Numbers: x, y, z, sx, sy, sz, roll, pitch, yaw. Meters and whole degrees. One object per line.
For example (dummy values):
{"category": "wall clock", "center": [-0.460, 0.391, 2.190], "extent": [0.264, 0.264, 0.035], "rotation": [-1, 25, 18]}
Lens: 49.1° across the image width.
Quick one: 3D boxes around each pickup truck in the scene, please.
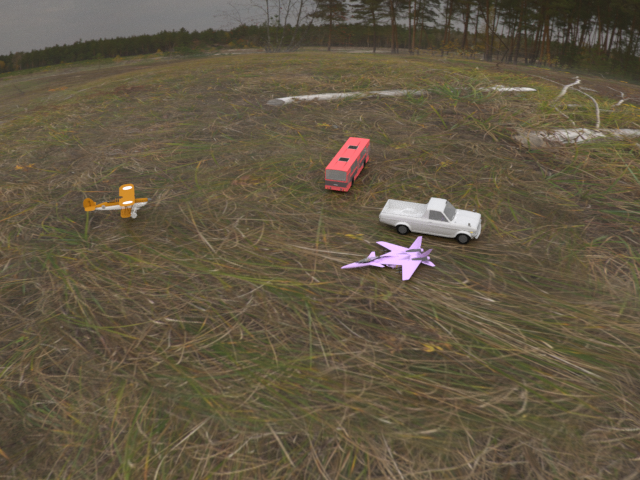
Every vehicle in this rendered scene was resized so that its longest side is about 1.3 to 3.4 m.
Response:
{"category": "pickup truck", "center": [1.773, -0.376, 11.202], "extent": [1.603, 0.511, 0.640], "rotation": [9, 30, 16]}

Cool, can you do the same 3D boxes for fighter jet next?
{"category": "fighter jet", "center": [0.960, 0.246, 10.309], "extent": [1.358, 0.286, 1.147], "rotation": [-8, 30, -13]}

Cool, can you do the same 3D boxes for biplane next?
{"category": "biplane", "center": [-3.352, -0.603, 11.617], "extent": [1.090, 0.504, 1.336], "rotation": [-7, 30, -13]}

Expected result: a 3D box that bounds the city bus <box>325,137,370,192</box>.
{"category": "city bus", "center": [0.533, -1.415, 13.131], "extent": [0.476, 0.460, 1.674], "rotation": [9, 30, 15]}
